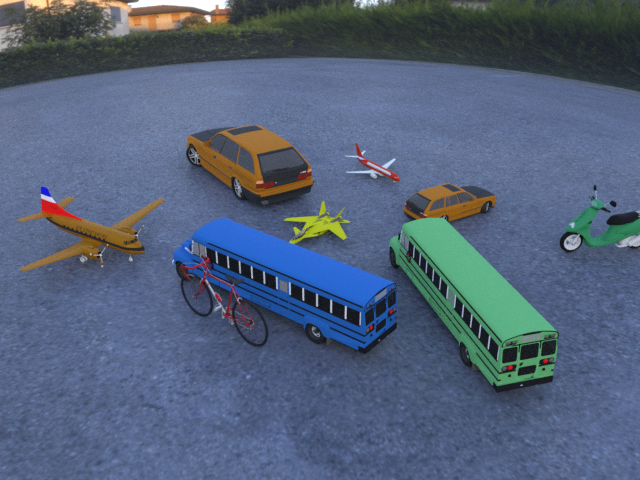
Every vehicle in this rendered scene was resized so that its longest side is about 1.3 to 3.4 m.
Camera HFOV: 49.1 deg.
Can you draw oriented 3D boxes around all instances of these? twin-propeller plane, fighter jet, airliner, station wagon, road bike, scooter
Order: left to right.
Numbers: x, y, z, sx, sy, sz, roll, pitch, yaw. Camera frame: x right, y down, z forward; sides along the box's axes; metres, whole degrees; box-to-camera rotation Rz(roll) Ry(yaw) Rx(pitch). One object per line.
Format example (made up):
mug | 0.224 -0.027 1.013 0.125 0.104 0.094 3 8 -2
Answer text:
twin-propeller plane | -3.355 -0.226 10.201 2.129 0.792 2.663 16 32 28
road bike | -1.172 0.710 8.348 1.545 0.852 0.358 22 35 36
station wagon | -1.367 -1.573 12.635 1.327 0.920 3.105 -17 32 -29
fighter jet | -0.149 -0.197 10.689 1.147 0.286 1.358 18 33 31
airliner | 1.038 -1.414 12.860 1.161 0.429 1.307 -18 33 -31
station wagon | 2.135 -0.640 11.334 1.597 0.473 0.682 -16 31 -27
scooter | 4.192 -0.265 10.138 1.399 0.919 0.662 -3 28 -6

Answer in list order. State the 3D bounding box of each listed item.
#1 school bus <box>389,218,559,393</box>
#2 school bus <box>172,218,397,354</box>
school bus | 1.698 0.575 8.615 0.709 0.844 3.322 -7 29 -14
school bus | -0.593 0.458 8.838 3.322 0.844 0.709 20 34 33
